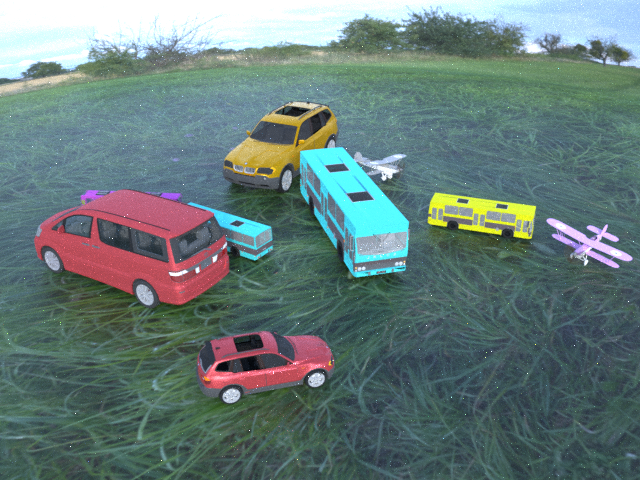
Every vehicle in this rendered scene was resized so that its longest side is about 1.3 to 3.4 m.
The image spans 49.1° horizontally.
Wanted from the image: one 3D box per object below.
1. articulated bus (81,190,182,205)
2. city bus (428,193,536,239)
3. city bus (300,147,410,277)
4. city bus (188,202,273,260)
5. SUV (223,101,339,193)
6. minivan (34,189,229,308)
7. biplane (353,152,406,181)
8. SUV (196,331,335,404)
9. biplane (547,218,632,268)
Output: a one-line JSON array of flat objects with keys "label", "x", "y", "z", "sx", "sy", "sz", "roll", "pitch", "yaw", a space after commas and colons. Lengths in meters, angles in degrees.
[{"label": "articulated bus", "x": -3.274, "y": -0.676, "z": 12.219, "sx": 1.749, "sy": 0.289, "sz": 0.311, "roll": 2, "pitch": 27, "yaw": 4}, {"label": "city bus", "x": 2.641, "y": -0.384, "z": 11.462, "sx": 1.674, "sy": 0.460, "sz": 0.476, "roll": 9, "pitch": 29, "yaw": 17}, {"label": "city bus", "x": 0.444, "y": -0.519, "z": 11.250, "sx": 0.926, "sy": 0.894, "sz": 3.255, "roll": -7, "pitch": 28, "yaw": -14}, {"label": "city bus", "x": -1.533, "y": -0.130, "z": 10.968, "sx": 1.674, "sy": 0.460, "sz": 0.476, "roll": 17, "pitch": 32, "yaw": 30}, {"label": "SUV", "x": -0.700, "y": -1.907, "z": 13.698, "sx": 1.276, "sy": 1.128, "sz": 3.058, "roll": 13, "pitch": 30, "yaw": 23}, {"label": "minivan", "x": -2.769, "y": -0.030, "z": 9.966, "sx": 3.011, "sy": 1.197, "sz": 1.324, "roll": 15, "pitch": 31, "yaw": 27}, {"label": "biplane", "x": 1.128, "y": -1.453, "z": 13.497, "sx": 1.090, "sy": 0.504, "sz": 1.336, "roll": 18, "pitch": 32, "yaw": 31}, {"label": "SUV", "x": -0.616, "y": 1.360, "z": 7.934, "sx": 1.572, "sy": 0.580, "sz": 0.656, "roll": -8, "pitch": 28, "yaw": -15}, {"label": "biplane", "x": 4.089, "y": 0.059, "z": 10.551, "sx": 1.336, "sy": 0.504, "sz": 1.090, "roll": 24, "pitch": 35, "yaw": 38}]
